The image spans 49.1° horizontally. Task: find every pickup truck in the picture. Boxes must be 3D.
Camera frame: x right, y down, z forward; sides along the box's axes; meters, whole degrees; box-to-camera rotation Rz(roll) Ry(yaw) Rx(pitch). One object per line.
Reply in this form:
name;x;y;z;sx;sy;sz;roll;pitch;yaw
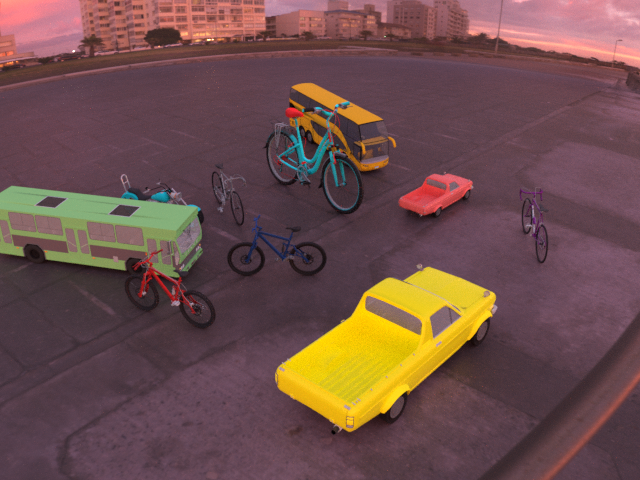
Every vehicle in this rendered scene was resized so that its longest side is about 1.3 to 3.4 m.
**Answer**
pickup truck;2.087;-0.854;12.474;0.640;0.511;1.603;23;36;36
pickup truck;0.905;1.119;8.358;1.244;0.993;3.117;23;36;35

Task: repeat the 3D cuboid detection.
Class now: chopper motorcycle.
chopper motorcycle;-2.697;-0.652;11.844;1.563;0.761;0.466;10;30;18

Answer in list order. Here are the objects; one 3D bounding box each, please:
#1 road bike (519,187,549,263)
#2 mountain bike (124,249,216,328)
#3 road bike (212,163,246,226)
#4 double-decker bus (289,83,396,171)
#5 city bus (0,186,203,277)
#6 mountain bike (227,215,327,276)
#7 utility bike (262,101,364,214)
road bike;3.403;-0.278;11.065;0.358;0.852;1.545;1;29;1
mountain bike;-2.022;0.676;9.300;1.469;0.868;0.573;13;31;23
road bike;-1.614;-0.848;12.108;0.358;0.852;1.545;-14;32;-24
double-decker bus;0.358;-2.397;14.735;0.756;1.052;3.251;-15;32;-26
city bus;-3.477;-0.114;10.718;3.255;0.894;0.926;7;29;12
mountain bike;-0.636;0.142;10.278;1.469;0.868;0.573;0;29;0
utility bike;-0.104;-1.649;12.545;1.039;1.839;2.791;-22;36;-35
